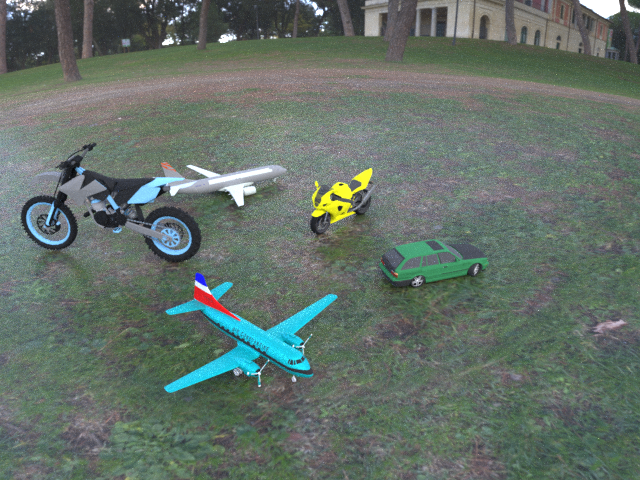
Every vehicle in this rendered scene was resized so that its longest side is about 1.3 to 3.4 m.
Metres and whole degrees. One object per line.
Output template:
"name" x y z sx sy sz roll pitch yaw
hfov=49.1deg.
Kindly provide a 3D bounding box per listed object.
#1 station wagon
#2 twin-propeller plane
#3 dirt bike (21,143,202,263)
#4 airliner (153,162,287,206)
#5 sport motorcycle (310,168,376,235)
"station wagon" 1.689 0.276 10.247 1.597 0.473 0.682 -9 28 -18
"twin-propeller plane" -0.856 1.050 8.382 2.129 0.792 2.663 23 35 38
"dirt bike" -3.196 -0.496 10.448 2.903 1.666 1.024 5 27 9
"airliner" -1.713 -1.254 12.848 2.541 0.835 2.257 -16 31 -29
"sport motorcycle" 0.371 -0.654 11.688 0.506 0.821 1.520 22 34 37
